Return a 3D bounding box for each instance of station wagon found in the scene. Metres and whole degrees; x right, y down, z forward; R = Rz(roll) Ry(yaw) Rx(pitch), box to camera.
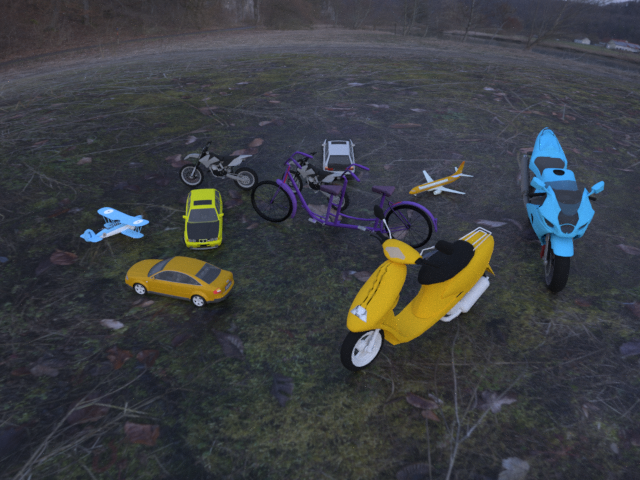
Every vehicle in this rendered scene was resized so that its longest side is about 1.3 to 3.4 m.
[{"bbox_3d":[0.369,-1.723,13.866,0.682,0.473,1.597,0,30,0],"label":"station wagon"},{"bbox_3d":[-1.924,-0.397,11.587,0.682,0.473,1.597,-4,30,-6],"label":"station wagon"}]

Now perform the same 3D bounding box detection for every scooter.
[{"bbox_3d":[1.308,0.476,8.780,2.721,1.786,1.288,-22,37,-33],"label":"scooter"}]

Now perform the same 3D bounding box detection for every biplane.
[{"bbox_3d":[-3.283,-0.195,11.208,1.336,0.504,1.090,25,39,36],"label":"biplane"}]

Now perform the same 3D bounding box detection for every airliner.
[{"bbox_3d":[2.168,-1.122,12.877,1.307,0.429,1.161,-17,34,-27],"label":"airliner"}]

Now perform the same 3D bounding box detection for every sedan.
[{"bbox_3d":[-2.025,0.518,10.003,1.613,0.483,0.635,9,31,15],"label":"sedan"}]

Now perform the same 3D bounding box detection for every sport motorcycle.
[{"bbox_3d":[3.537,-0.524,10.688,0.983,1.596,2.955,4,30,7],"label":"sport motorcycle"}]

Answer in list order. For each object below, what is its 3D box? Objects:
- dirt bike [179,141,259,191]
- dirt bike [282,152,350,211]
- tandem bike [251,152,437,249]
[{"bbox_3d":[-1.869,-1.320,12.791,1.493,0.857,0.527,4,30,6],"label":"dirt bike"},{"bbox_3d":[-0.101,-1.046,12.320,1.493,0.857,0.527,21,36,32],"label":"dirt bike"},{"bbox_3d":[0.319,-0.648,11.170,3.192,1.326,0.550,11,32,18],"label":"tandem bike"}]
